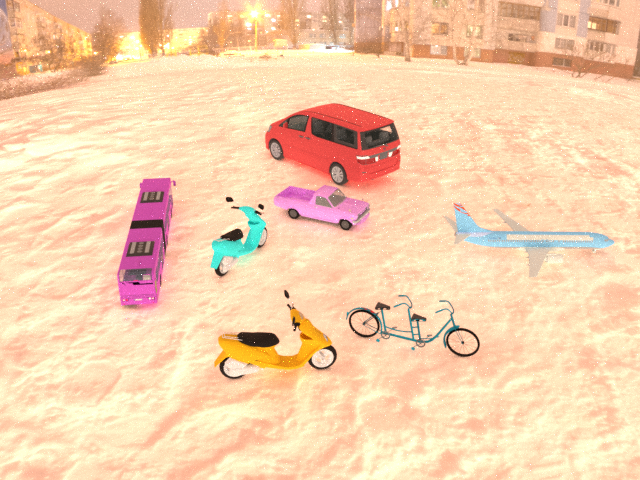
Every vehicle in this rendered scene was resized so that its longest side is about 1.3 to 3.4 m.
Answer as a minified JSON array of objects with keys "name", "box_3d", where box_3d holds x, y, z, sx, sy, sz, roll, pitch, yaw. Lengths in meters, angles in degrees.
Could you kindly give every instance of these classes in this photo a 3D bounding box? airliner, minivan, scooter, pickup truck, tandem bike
[{"name":"airliner","box_3d":[3.184,-0.169,10.468,2.541,0.835,2.257,0,27,0]},{"name":"minivan","box_3d":[0.167,-2.013,13.711,1.324,1.197,3.011,-22,34,-37]},{"name":"scooter","box_3d":[-1.166,-0.098,10.234,0.662,0.919,1.399,14,30,25]},{"name":"scooter","box_3d":[-0.493,1.122,7.823,1.399,0.919,0.662,-5,27,-9]},{"name":"pickup truck","box_3d":[0.030,-0.621,11.719,1.603,0.511,0.640,13,30,24]},{"name":"tandem bike","box_3d":[1.093,0.987,8.353,1.642,0.682,0.283,9,28,17]}]

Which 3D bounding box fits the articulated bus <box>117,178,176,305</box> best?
[{"name":"articulated bus","box_3d":[-2.585,-0.095,10.624,0.605,0.561,3.401,-3,27,-6]}]
